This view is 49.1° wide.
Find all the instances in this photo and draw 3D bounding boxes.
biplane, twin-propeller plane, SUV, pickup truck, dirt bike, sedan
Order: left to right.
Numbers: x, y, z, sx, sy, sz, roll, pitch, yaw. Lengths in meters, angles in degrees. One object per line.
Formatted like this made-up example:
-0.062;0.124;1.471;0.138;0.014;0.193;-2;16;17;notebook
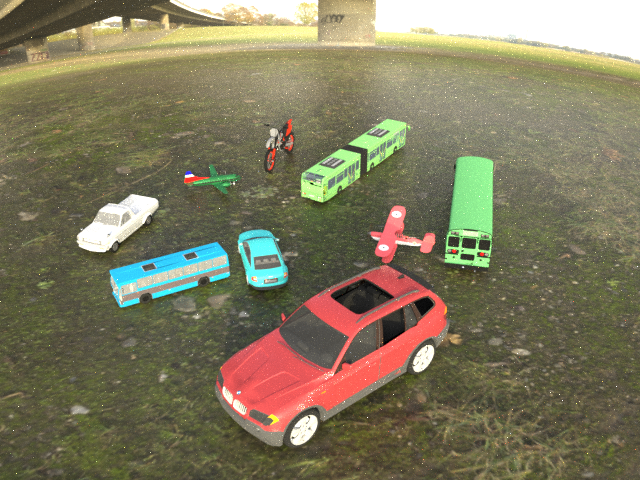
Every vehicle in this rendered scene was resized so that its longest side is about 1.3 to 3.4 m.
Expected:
-3.358;-0.342;11.714;0.640;0.511;1.603;11;32;18;pickup truck
-2.021;-1.177;13.258;1.095;0.407;1.370;-10;32;-17;twin-propeller plane
-0.899;0.217;10.776;0.635;0.483;1.613;-7;31;-12;sedan
-0.812;-1.971;14.179;0.527;0.857;1.493;10;32;17;dirt bike
0.212;1.237;8.373;3.058;1.128;1.276;-23;37;-33;SUV
1.278;-0.004;11.137;1.090;0.504;1.336;9;31;15;biplane

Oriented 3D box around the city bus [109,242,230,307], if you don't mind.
-2.187;0.514;10.288;1.674;0.460;0.476;-16;34;-25;city bus

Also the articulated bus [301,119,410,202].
0.763;-1.634;13.893;0.605;0.561;3.401;18;34;28;articulated bus

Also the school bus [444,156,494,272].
2.545;-0.587;11.804;0.709;0.844;3.322;6;31;11;school bus
